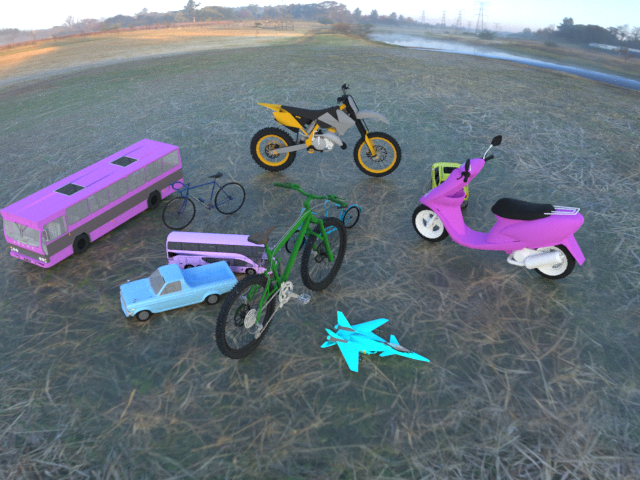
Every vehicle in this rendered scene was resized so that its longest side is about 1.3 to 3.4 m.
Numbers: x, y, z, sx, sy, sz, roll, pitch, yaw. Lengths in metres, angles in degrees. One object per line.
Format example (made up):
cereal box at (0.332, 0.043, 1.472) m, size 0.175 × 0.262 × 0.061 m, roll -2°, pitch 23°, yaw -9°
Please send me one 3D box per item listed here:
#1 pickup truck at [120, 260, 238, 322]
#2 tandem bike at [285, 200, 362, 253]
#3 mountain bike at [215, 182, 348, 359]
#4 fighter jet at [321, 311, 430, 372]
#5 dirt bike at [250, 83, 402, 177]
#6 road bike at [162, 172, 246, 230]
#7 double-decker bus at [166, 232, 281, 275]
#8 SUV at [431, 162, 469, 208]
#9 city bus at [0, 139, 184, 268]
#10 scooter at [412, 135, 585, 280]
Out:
pickup truck at (-1.971, 0.634, 9.762) m, size 1.603 × 0.511 × 0.640 m, roll -12°, pitch 33°, yaw -20°
tandem bike at (0.080, -0.299, 11.188) m, size 1.642 × 0.682 × 0.283 m, roll -24°, pitch 38°, yaw -35°
mountain bike at (-0.414, 0.318, 9.136) m, size 1.114 × 1.688 × 2.857 m, roll 18°, pitch 35°, yaw 28°
fighter jet at (0.744, 1.286, 8.868) m, size 1.358 × 0.286 × 1.147 m, roll 13°, pitch 33°, yaw 21°
dirt bike at (0.094, -1.997, 13.121) m, size 2.903 × 1.666 × 1.024 m, roll 4°, pitch 31°, yaw 7°
road bike at (-1.925, -0.683, 11.679) m, size 1.545 × 0.852 × 0.358 m, roll -19°, pitch 35°, yaw -29°
double-decker bus at (-1.444, 0.201, 10.473) m, size 1.672 × 0.541 × 0.389 m, roll 3°, pitch 30°, yaw 5°
SUV at (2.341, -1.083, 12.632) m, size 0.656 × 0.580 × 1.572 m, roll 4°, pitch 30°, yaw 6°
city bus at (-3.624, -0.671, 11.614) m, size 0.926 × 0.894 × 3.255 m, roll 16°, pitch 34°, yaw 25°
scooter at (2.627, -0.474, 10.394) m, size 2.721 × 1.786 × 1.288 m, roll 19°, pitch 35°, yaw 29°
